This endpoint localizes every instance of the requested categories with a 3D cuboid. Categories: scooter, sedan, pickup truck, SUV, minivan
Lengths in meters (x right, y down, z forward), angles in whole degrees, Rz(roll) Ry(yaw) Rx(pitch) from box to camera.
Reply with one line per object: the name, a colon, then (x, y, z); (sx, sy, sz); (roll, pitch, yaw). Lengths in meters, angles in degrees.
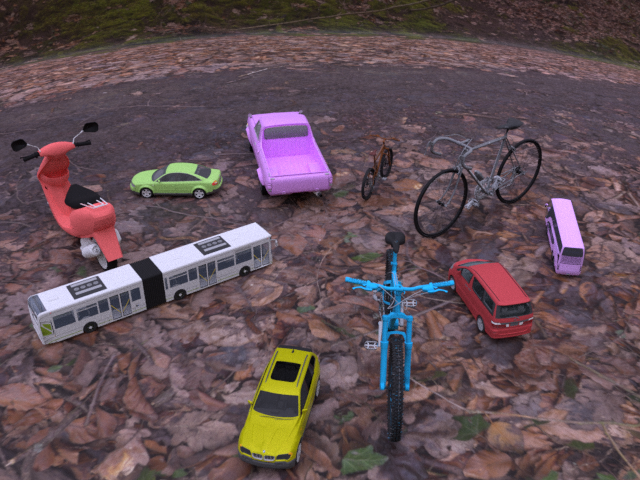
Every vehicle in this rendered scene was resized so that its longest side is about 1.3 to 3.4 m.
scooter: (-3.673, -0.697, 10.452); (1.288, 1.786, 2.721); (-22, 38, -31)
sedan: (-2.531, -1.075, 12.304); (1.613, 0.483, 0.635); (1, 32, 1)
pickup truck: (-0.628, -1.708, 12.845); (1.244, 0.993, 3.117); (-6, 32, -10)
SUV: (-0.414, 1.760, 7.621); (0.656, 0.580, 1.572); (6, 32, 10)
minivan: (2.252, 0.664, 9.362); (0.681, 0.616, 1.548); (-7, 32, -11)

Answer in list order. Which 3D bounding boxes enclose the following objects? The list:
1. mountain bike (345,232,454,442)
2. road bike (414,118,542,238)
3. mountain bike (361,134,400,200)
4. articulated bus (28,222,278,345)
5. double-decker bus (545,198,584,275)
mountain bike: (0.842, 0.860, 8.024); (1.114, 1.688, 2.857); (2, 32, 3)
road bike: (2.612, -1.066, 11.174); (3.004, 1.656, 0.696); (-22, 38, -31)
mountain bike: (1.028, -1.315, 12.327); (0.573, 0.868, 1.469); (14, 34, 21)
articulated bus: (-2.187, 0.535, 9.623); (3.401, 0.561, 0.605); (-20, 37, -29)
double-decker bus: (3.706, -0.095, 10.662); (0.389, 0.541, 1.672); (5, 32, 8)
